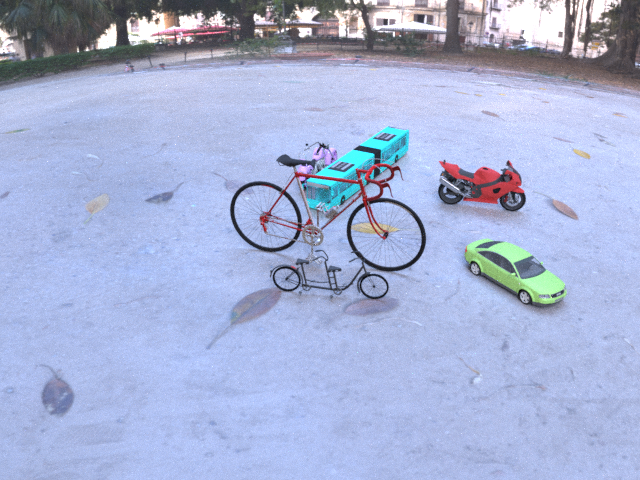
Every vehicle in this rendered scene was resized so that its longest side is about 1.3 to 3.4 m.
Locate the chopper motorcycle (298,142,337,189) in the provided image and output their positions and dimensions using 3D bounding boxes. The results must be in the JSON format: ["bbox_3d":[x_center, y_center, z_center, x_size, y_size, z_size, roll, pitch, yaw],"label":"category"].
[{"bbox_3d":[-0.032,-1.502,13.114,0.466,0.761,1.563,12,30,21],"label":"chopper motorcycle"}]

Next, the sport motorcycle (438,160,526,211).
[{"bbox_3d":[2.764,-0.938,11.980,1.520,0.821,0.506,8,29,14],"label":"sport motorcycle"}]

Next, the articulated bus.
[{"bbox_3d":[0.778,-1.401,13.135,0.605,0.561,3.401,15,31,26],"label":"articulated bus"}]

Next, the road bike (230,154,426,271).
[{"bbox_3d":[0.060,-0.421,10.105,3.004,1.656,0.697,9,29,16],"label":"road bike"}]

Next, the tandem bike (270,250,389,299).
[{"bbox_3d":[0.118,0.456,9.486,1.642,0.682,0.283,5,28,9],"label":"tandem bike"}]

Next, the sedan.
[{"bbox_3d":[2.728,0.392,9.821,0.635,0.483,1.613,-17,32,-29],"label":"sedan"}]
